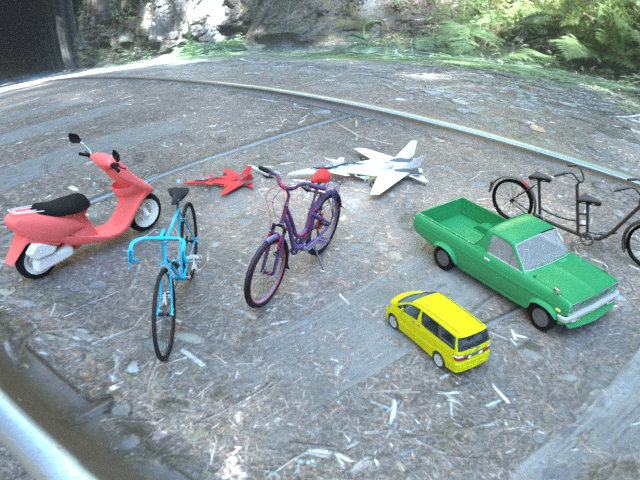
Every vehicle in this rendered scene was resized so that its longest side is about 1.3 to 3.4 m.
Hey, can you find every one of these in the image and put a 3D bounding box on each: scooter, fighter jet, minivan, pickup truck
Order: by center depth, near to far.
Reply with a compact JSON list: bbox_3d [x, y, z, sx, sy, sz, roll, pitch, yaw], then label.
[{"bbox_3d":[1.484,1.060,9.029,0.681,0.616,1.548,-17,34,-27],"label":"minivan"},{"bbox_3d":[2.764,0.159,10.234,1.244,0.993,3.117,-19,35,-30],"label":"pickup truck"},{"bbox_3d":[-3.600,-0.573,10.721,1.288,1.786,2.721,23,37,34],"label":"scooter"},{"bbox_3d":[-1.943,-1.180,13.311,1.358,0.286,1.147,-3,30,-5],"label":"fighter jet"},{"bbox_3d":[0.691,-1.483,13.570,2.640,0.557,2.229,-3,30,-5],"label":"fighter jet"}]

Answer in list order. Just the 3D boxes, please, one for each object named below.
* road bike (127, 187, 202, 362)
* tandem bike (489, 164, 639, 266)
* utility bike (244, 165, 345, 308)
[{"bbox_3d":[-1.932,0.256,9.391,0.696,1.656,3.004,0,30,0],"label":"road bike"},{"bbox_3d":[4.111,-0.535,11.120,3.192,1.326,0.550,25,38,36],"label":"tandem bike"},{"bbox_3d":[-0.222,-0.244,10.087,1.039,1.839,2.791,15,33,25],"label":"utility bike"}]
